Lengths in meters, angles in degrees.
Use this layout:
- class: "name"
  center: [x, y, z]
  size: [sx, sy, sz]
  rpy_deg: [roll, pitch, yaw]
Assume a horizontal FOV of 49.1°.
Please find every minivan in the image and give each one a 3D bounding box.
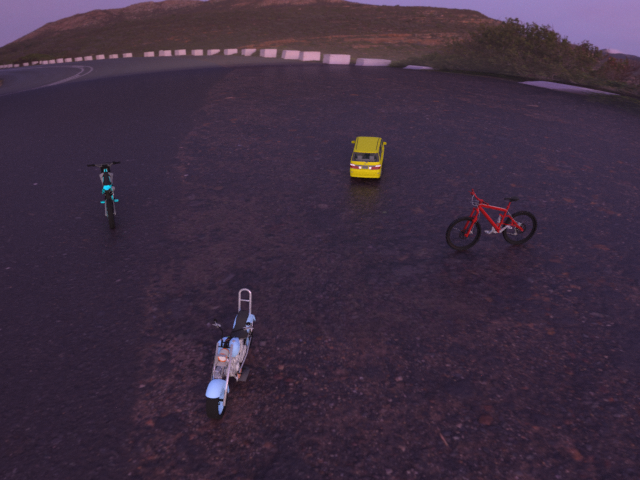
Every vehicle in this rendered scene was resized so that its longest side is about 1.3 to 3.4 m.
- class: "minivan"
  center: [0.921, -1.665, 13.489]
  size: [0.681, 0.616, 1.548]
  rpy_deg: [3, 27, 6]

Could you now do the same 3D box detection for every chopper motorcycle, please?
- class: "chopper motorcycle"
  center: [-0.975, 1.215, 7.658]
  size: [0.466, 0.761, 1.563]
  rpy_deg: [4, 27, 8]

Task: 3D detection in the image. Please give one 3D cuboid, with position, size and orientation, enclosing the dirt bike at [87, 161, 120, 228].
- class: "dirt bike"
  center: [-3.505, -0.816, 11.551]
  size: [0.527, 0.857, 1.493]
  rpy_deg: [-8, 28, -15]

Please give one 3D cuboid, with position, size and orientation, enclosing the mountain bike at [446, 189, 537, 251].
- class: "mountain bike"
  center: [2.588, -0.278, 10.480]
  size: [1.469, 0.868, 0.573]
  rpy_deg: [-6, 27, -11]
